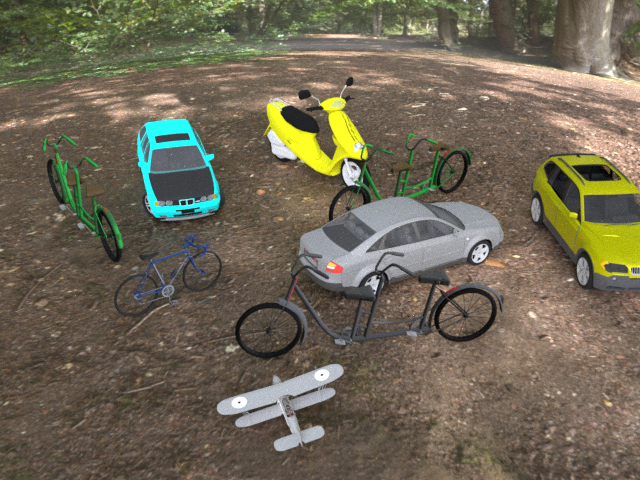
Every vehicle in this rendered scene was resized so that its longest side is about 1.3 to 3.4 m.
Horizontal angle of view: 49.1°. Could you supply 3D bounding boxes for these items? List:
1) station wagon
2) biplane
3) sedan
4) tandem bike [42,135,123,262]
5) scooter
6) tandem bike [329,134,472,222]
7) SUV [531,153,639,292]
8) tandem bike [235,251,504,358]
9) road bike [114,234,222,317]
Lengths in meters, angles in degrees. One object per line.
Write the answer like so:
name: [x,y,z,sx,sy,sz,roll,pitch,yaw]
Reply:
station wagon: [-2.530,-1.339,12.244,1.327,0.920,3.105,-8,30,-15]
biplane: [-0.350,1.726,7.116,1.336,0.504,1.090,-9,30,-15]
sedan: [1.219,-0.078,9.936,3.137,0.940,1.235,-14,32,-24]
tandem bike: [-3.700,-0.738,10.733,0.550,1.326,3.192,-19,34,-31]
scooter: [-0.092,-1.986,12.520,1.288,1.786,2.721,-25,37,-37]
tandem bike: [1.394,-1.076,11.348,3.192,1.326,0.550,-21,35,-33]
SUV: [4.090,-0.352,10.239,1.276,1.128,3.058,-2,29,-4]
tandem bike: [0.609,0.733,8.067,3.192,1.326,0.550,-4,29,-7]
road bike: [-1.949,0.451,9.068,1.545,0.852,0.358,-21,35,-32]
